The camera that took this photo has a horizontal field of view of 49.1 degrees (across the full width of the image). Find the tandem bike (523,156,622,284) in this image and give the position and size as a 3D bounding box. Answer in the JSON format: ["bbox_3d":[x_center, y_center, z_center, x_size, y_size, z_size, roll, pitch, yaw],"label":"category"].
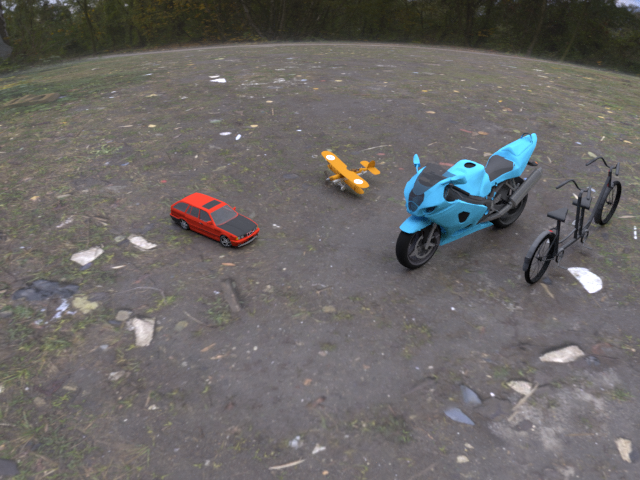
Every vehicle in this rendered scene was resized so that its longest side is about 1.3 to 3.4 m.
[{"bbox_3d":[3.924,-0.388,10.611,0.550,1.326,3.192,26,39,36],"label":"tandem bike"}]

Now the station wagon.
[{"bbox_3d":[-1.723,-0.365,11.409,1.597,0.473,0.682,21,37,31],"label":"station wagon"}]

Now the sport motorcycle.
[{"bbox_3d":[2.282,-0.628,10.750,2.955,1.596,0.983,-22,37,-33],"label":"sport motorcycle"}]

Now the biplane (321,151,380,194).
[{"bbox_3d":[0.580,-1.204,12.798,1.090,0.504,1.336,-18,35,-28],"label":"biplane"}]
